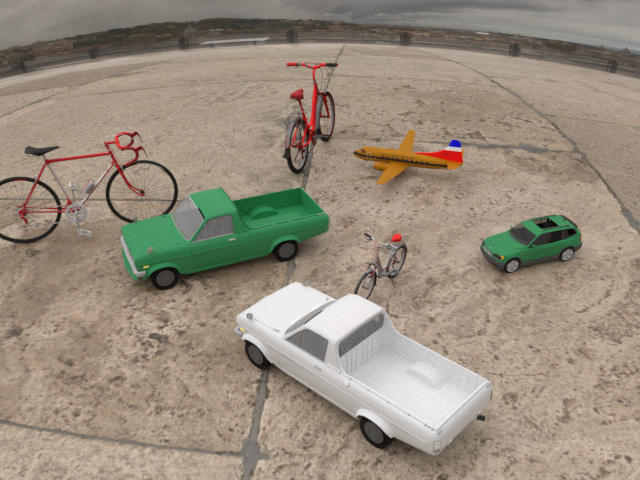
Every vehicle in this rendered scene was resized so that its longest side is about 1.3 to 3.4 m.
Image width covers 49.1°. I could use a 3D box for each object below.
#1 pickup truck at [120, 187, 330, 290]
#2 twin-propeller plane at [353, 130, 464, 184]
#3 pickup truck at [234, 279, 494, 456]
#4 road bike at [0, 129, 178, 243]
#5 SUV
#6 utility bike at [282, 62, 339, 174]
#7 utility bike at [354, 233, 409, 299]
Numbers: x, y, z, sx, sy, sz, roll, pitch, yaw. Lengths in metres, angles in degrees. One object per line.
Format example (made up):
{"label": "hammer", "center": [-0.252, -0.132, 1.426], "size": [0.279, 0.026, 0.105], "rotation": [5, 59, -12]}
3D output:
{"label": "pickup truck", "center": [-1.441, -0.205, 10.662], "size": [3.117, 0.993, 1.244], "rotation": [-13, 33, -21]}
{"label": "twin-propeller plane", "center": [1.651, -1.641, 13.278], "size": [2.129, 0.792, 2.663], "rotation": [10, 32, 16]}
{"label": "pickup truck", "center": [0.401, 1.311, 8.108], "size": [3.117, 0.993, 1.244], "rotation": [25, 39, 36]}
{"label": "road bike", "center": [-3.776, -0.826, 11.059], "size": [3.004, 1.656, 0.697], "rotation": [-10, 32, -16]}
{"label": "SUV", "center": [3.238, 0.013, 10.698], "size": [1.572, 0.580, 0.656], "rotation": [-10, 32, -17]}
{"label": "utility bike", "center": [-0.270, -2.505, 13.709], "size": [1.039, 1.839, 2.791], "rotation": [10, 32, 16]}
{"label": "utility bike", "center": [0.929, 0.318, 9.827], "size": [0.535, 0.946, 1.435], "rotation": [21, 36, 31]}
